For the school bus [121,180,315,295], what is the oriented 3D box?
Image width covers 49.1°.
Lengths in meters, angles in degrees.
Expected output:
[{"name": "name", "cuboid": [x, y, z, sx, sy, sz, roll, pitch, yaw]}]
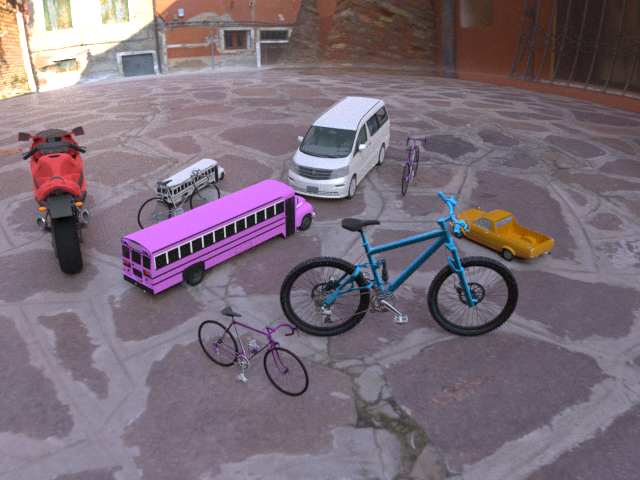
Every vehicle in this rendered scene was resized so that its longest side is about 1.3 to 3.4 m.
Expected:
[{"name": "school bus", "cuboid": [-1.351, -0.160, 10.363, 0.709, 0.844, 3.322, 21, 33, 36]}]

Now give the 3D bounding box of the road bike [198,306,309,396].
[{"name": "road bike", "cuboid": [-0.764, 1.180, 7.670, 1.545, 0.852, 0.358, 16, 31, 29]}]

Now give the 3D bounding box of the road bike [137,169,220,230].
[{"name": "road bike", "cuboid": [-2.269, -0.649, 11.334, 1.545, 0.852, 0.358, -22, 34, -36]}]

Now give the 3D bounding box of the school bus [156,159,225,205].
[{"name": "school bus", "cuboid": [-2.297, -1.084, 12.674, 0.365, 0.434, 1.708, 12, 29, 22]}]

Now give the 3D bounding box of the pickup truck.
[{"name": "pickup truck", "cuboid": [2.750, -0.140, 10.697, 0.640, 0.511, 1.603, -20, 33, -34]}]

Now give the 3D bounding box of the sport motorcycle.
[{"name": "sport motorcycle", "cuboid": [-3.914, -0.689, 10.580, 0.983, 1.596, 2.955, -9, 28, -18]}]

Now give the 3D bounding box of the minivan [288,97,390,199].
[{"name": "minivan", "cuboid": [0.415, -1.781, 13.217, 1.324, 1.197, 3.011, 10, 28, 19]}]

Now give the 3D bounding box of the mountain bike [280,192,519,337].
[{"name": "mountain bike", "cuboid": [0.946, 0.422, 8.252, 2.857, 1.688, 1.114, 0, 27, 0]}]

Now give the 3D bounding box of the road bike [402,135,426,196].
[{"name": "road bike", "cuboid": [1.673, -1.405, 12.849, 0.358, 0.852, 1.545, 8, 28, 16]}]
